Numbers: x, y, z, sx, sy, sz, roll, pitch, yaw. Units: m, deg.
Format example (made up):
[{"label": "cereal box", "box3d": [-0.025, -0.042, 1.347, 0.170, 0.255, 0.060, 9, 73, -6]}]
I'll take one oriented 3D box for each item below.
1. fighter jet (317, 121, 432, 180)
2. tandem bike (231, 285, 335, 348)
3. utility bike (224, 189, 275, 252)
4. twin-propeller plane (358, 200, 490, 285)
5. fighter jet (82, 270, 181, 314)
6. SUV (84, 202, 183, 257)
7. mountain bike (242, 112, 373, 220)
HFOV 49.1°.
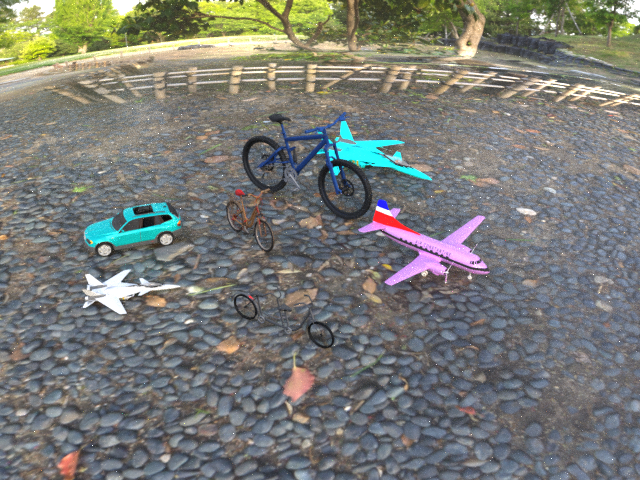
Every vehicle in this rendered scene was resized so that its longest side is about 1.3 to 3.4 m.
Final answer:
[{"label": "fighter jet", "box3d": [1.142, -1.729, 13.978, 2.640, 0.557, 2.229, 24, 38, 35]}, {"label": "tandem bike", "box3d": [-0.516, 0.940, 9.218, 1.642, 0.682, 0.283, 17, 34, 27]}, {"label": "utility bike", "box3d": [-1.122, -0.434, 11.341, 0.535, 0.946, 1.435, -22, 36, -33]}, {"label": "twin-propeller plane", "box3d": [1.665, 0.001, 10.739, 2.129, 0.792, 2.663, 23, 37, 34]}, {"label": "fighter jet", "box3d": [-2.705, 0.663, 10.096, 1.358, 0.286, 1.147, -5, 30, -9]}, {"label": "SUV", "box3d": [-3.016, -0.214, 11.324, 1.572, 0.580, 0.656, -11, 32, -18]}, {"label": "mountain bike", "box3d": [-0.296, -1.383, 12.244, 2.857, 1.688, 1.114, 20, 36, 31]}]
